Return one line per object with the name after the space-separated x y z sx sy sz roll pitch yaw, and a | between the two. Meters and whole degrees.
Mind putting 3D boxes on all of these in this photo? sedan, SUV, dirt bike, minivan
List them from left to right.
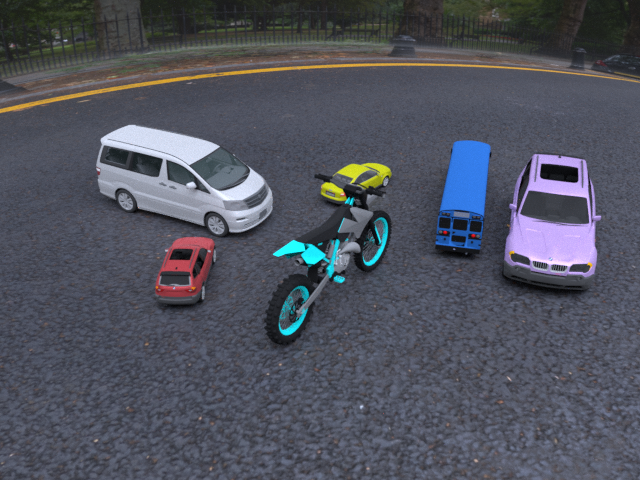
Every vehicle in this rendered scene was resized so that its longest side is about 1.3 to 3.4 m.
-2.244 -1.035 11.601 3.011 1.197 1.324 14 33 23 | minivan
-1.879 0.341 9.835 0.656 0.580 1.572 1 30 2 | SUV
0.192 0.108 9.152 1.024 1.666 2.903 19 35 29 | dirt bike
0.667 -1.081 12.394 0.635 0.483 1.613 22 37 33 | sedan
3.500 -0.380 10.535 1.276 1.128 3.058 9 31 15 | SUV

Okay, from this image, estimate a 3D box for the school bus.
2.427 -0.851 11.635 0.709 0.844 3.322 7 31 12 | school bus
